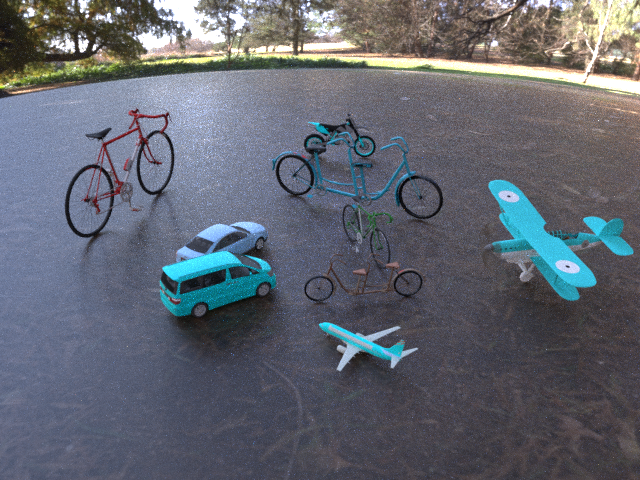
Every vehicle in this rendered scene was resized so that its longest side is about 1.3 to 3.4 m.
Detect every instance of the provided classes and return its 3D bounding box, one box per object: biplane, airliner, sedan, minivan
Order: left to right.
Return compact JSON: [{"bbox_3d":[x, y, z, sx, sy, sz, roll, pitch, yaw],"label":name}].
[{"bbox_3d":[-1.335,0.513,9.323,1.548,0.616,0.681,-17,31,-30],"label":"minivan"},{"bbox_3d":[-1.429,0.028,10.439,0.635,0.483,1.613,18,32,32],"label":"sedan"},{"bbox_3d":[0.480,1.138,8.282,1.307,0.429,1.161,22,34,36],"label":"airliner"},{"bbox_3d":[3.301,0.058,9.823,2.120,0.981,2.598,-6,27,-11],"label":"biplane"}]

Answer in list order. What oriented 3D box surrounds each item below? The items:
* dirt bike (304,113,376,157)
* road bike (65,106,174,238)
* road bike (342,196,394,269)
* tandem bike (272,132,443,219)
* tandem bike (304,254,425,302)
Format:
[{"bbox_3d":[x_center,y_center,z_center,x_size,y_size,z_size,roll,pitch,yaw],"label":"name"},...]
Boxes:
[{"bbox_3d":[0.404,-2.116,14.305,1.493,0.857,0.527,3,27,7],"label":"dirt bike"},{"bbox_3d":[-3.255,-1.214,11.610,0.697,1.656,3.004,10,28,19],"label":"road bike"},{"bbox_3d":[0.674,-0.182,10.448,0.358,0.852,1.545,-11,29,-21],"label":"road bike"},{"bbox_3d":[0.574,-1.182,11.916,3.192,1.326,0.550,12,29,23],"label":"tandem bike"},{"bbox_3d":[0.605,0.491,9.293,1.642,0.682,0.283,-3,27,-6],"label":"tandem bike"}]
